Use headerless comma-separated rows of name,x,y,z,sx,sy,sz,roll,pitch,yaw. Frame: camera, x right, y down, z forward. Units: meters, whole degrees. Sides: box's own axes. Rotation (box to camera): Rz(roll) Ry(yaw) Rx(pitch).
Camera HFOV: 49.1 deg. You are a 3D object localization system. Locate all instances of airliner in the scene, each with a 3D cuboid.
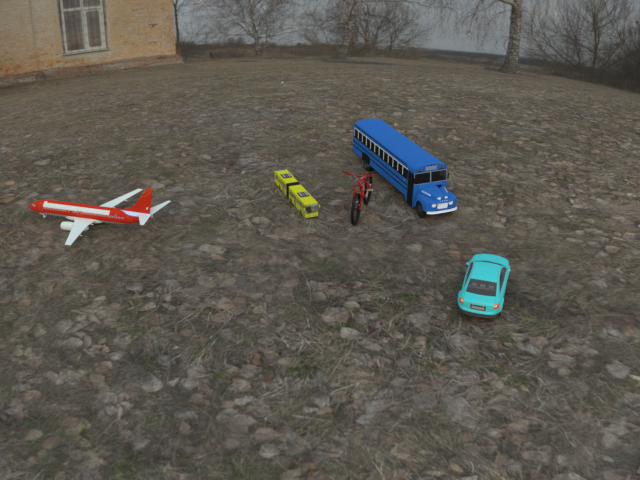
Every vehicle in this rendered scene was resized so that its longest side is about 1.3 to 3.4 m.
airliner,-3.895,-0.630,11.879,2.541,0.835,2.257,8,29,15

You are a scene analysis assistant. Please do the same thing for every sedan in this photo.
sedan,2.364,0.565,9.995,0.635,0.483,1.613,9,29,17

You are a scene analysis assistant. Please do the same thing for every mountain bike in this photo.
mountain bike,0.739,-0.868,12.292,0.573,0.868,1.469,8,29,14

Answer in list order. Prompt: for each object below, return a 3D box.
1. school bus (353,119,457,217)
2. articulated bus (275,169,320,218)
school bus,1.569,-1.434,13.389,0.709,0.844,3.322,-10,29,-18
articulated bus,-0.454,-0.879,12.933,0.311,0.289,1.749,-10,30,-19
